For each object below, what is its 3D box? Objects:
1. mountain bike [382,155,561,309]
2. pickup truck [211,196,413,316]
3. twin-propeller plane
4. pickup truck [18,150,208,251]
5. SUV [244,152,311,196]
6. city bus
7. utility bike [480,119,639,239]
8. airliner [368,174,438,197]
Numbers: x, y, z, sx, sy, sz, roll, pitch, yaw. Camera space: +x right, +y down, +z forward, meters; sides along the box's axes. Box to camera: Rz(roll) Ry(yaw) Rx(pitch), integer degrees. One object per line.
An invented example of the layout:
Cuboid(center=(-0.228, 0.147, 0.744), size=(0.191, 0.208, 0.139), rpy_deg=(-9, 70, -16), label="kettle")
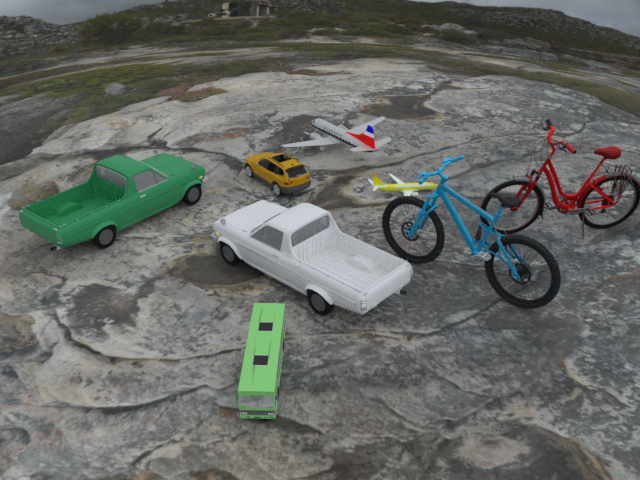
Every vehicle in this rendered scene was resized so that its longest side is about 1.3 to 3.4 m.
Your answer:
Cuboid(center=(2.070, -0.115, 9.868), size=(2.857, 1.688, 1.114), rpy_deg=(23, 38, 34), label="mountain bike")
Cuboid(center=(-0.200, 0.113, 10.165), size=(3.117, 0.993, 1.244), rpy_deg=(25, 39, 36), label="pickup truck")
Cuboid(center=(0.437, -2.222, 14.289), size=(2.663, 0.792, 2.129), rpy_deg=(-21, 37, -31), label="twin-propeller plane")
Cuboid(center=(-3.355, -0.789, 11.682), size=(1.244, 0.993, 3.117), rpy_deg=(22, 37, 32), label="pickup truck")
Cuboid(center=(-0.802, -1.329, 12.995), size=(0.656, 0.580, 1.572), rpy_deg=(-21, 36, -31), label="SUV")
Cuboid(center=(-0.678, 1.430, 8.471), size=(0.476, 0.460, 1.674), rpy_deg=(1, 31, 1), label="city bus")
Cuboid(center=(3.939, -0.859, 10.971), size=(2.791, 1.839, 1.039), rpy_deg=(-4, 31, -6), label="utility bike")
Cuboid(center=(1.546, -1.042, 12.659), size=(1.307, 0.429, 1.161), rpy_deg=(-4, 31, -7), label="airliner")
